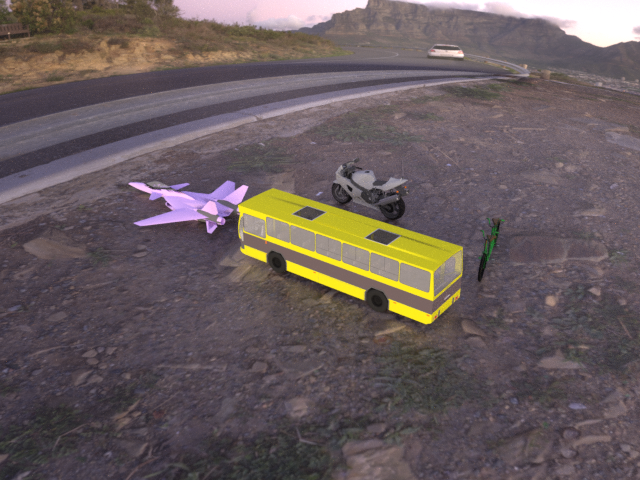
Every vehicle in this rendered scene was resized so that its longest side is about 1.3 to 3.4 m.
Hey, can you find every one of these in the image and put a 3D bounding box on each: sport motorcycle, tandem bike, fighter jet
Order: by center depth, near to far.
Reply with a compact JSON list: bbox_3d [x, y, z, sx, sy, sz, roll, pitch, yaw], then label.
[{"bbox_3d":[2.516,0.009,10.314,0.283,0.682,1.642,10,29,19],"label":"tandem bike"},{"bbox_3d":[0.815,-0.861,11.847,1.520,0.821,0.506,20,33,33],"label":"sport motorcycle"},{"bbox_3d":[-2.448,-0.836,12.087,2.640,0.557,2.229,19,33,32],"label":"fighter jet"}]

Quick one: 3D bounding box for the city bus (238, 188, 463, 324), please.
[{"bbox_3d":[0.327,0.181,9.748,3.255,0.894,0.926,19,33,32],"label":"city bus"}]
